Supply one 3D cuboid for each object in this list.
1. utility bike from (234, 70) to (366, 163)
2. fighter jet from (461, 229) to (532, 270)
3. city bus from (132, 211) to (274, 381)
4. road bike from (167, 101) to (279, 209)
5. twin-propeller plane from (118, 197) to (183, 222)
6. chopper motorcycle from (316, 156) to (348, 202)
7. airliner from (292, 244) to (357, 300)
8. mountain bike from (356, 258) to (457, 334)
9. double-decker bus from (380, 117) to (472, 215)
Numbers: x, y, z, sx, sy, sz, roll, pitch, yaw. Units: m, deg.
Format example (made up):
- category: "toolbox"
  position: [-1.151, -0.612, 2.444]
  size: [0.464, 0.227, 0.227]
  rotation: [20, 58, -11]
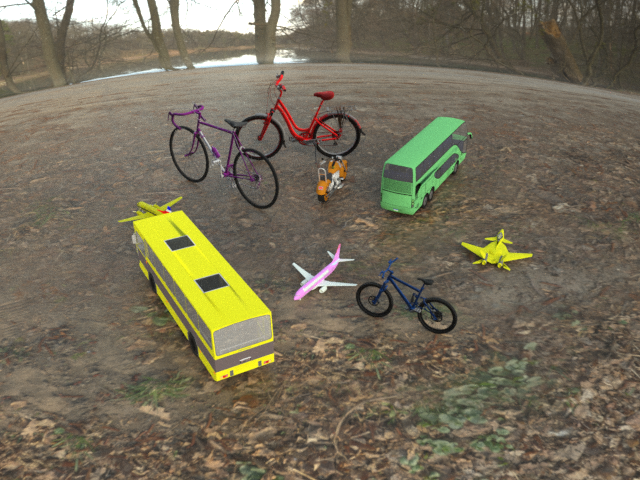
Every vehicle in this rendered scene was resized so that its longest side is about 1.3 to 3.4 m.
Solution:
- category: "utility bike"
  position: [-0.405, -2.486, 14.569]
  size: [2.791, 1.839, 1.039]
  rotation: [-2, 29, -4]
- category: "fighter jet"
  position: [2.942, 0.042, 11.578]
  size: [1.147, 0.286, 1.358]
  rotation: [10, 30, 18]
- category: "city bus"
  position: [-1.713, 0.684, 9.779]
  size: [0.926, 0.894, 3.255]
  rotation: [-15, 32, -26]
- category: "road bike"
  position: [-1.884, -1.618, 13.178]
  size: [3.004, 1.656, 0.697]
  rotation: [22, 36, 34]
- category: "twin-propeller plane"
  position: [-2.965, -0.554, 12.538]
  size: [1.095, 0.407, 1.370]
  rotation: [24, 37, 36]
- category: "chopper motorcycle"
  position: [0.257, -1.294, 13.518]
  size: [0.466, 0.761, 1.563]
  rotation: [9, 30, 16]
- category: "airliner"
  position: [-0.019, 0.497, 10.602]
  size: [1.161, 0.429, 1.307]
  rotation: [17, 33, 29]
- category: "mountain bike"
  position: [1.178, 0.798, 9.597]
  size: [1.469, 0.868, 0.573]
  rotation: [13, 31, 22]
- category: "double-decker bus"
  position: [2.115, -1.535, 13.655]
  size: [0.756, 1.052, 3.251]
  rotation: [14, 32, 24]
